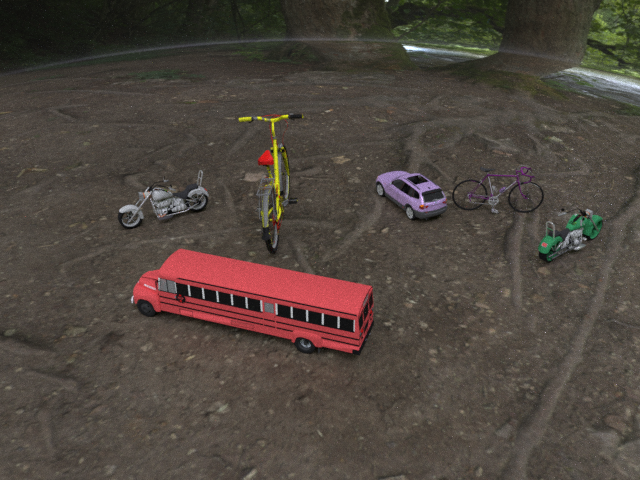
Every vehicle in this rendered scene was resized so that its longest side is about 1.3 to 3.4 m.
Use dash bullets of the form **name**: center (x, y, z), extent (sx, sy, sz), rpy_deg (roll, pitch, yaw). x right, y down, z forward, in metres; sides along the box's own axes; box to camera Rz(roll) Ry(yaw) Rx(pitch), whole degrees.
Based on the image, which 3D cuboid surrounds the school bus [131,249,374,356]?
- **school bus**: center (-0.966, 0.769, 9.241), extent (3.322, 0.844, 0.709), rpy_deg (10, 32, 16)

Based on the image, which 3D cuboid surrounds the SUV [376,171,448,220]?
- **SUV**: center (1.584, -0.881, 12.244), extent (0.656, 0.580, 1.572), rpy_deg (-15, 34, -23)

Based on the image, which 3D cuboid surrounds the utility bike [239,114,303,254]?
- **utility bike**: center (-0.807, -1.046, 11.297), extent (1.039, 1.839, 2.791), rpy_deg (2, 31, 3)

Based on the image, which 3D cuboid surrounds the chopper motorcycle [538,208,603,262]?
- **chopper motorcycle**: center (3.940, -0.165, 10.877), extent (1.563, 0.761, 0.466), rpy_deg (-23, 38, -33)

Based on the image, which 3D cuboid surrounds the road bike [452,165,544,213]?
- **road bike**: center (3.050, -0.861, 11.947), extent (1.545, 0.852, 0.358), rpy_deg (3, 31, 4)

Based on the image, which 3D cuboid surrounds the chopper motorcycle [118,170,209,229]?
- **chopper motorcycle**: center (-2.624, -0.682, 11.737), extent (1.563, 0.761, 0.466), rpy_deg (-15, 34, -24)
